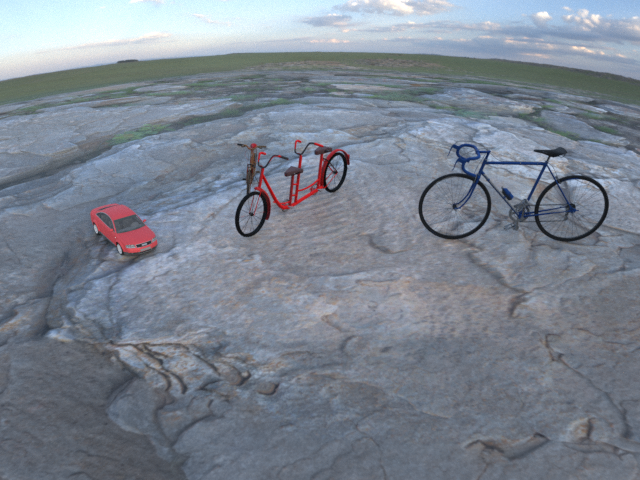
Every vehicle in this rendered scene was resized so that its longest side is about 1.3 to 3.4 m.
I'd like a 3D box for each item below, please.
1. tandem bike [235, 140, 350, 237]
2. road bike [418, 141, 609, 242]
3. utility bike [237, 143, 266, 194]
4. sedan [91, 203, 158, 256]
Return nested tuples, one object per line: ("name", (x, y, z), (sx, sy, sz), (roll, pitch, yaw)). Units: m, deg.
("tandem bike", (-0.392, -1.095, 12.159), (0.550, 1.326, 3.192), (18, 32, 32))
("road bike", (3.083, -0.732, 11.078), (3.004, 1.656, 0.697), (1, 27, 2))
("utility bike", (-1.255, -1.431, 13.240), (0.535, 0.946, 1.435), (0, 27, 0))
("sedan", (-3.203, -0.230, 11.385), (0.635, 0.483, 1.613), (-20, 33, -33))
